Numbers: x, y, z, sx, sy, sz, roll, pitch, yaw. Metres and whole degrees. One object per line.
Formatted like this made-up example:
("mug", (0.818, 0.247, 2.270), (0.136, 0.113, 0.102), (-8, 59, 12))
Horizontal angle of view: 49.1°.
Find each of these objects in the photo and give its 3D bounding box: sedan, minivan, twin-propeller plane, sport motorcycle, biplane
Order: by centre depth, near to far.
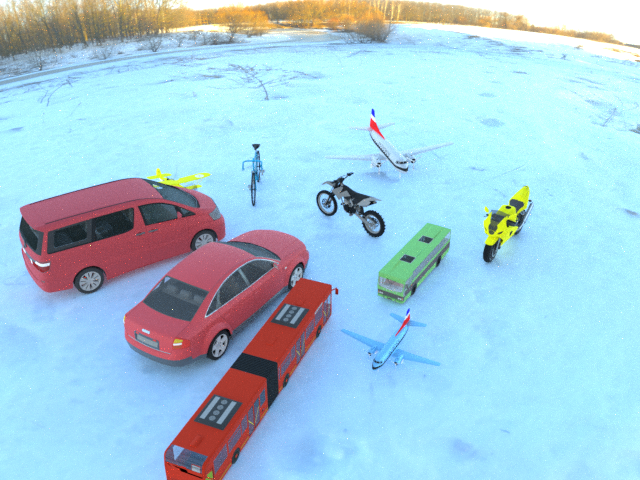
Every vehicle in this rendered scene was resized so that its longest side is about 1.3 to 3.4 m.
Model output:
("twin-propeller plane", (0.918, 1.273, 8.857), (1.370, 0.407, 1.095), (17, 35, 26))
("sedan", (-1.291, 0.556, 9.536), (1.235, 0.940, 3.137), (17, 35, 27))
("minivan", (-2.917, -0.229, 10.598), (3.011, 1.197, 1.324), (-20, 36, -30))
("sport motorcycle", (2.933, -0.258, 11.013), (0.506, 0.821, 1.520), (20, 36, 29))
("biplane", (-2.619, -1.004, 12.569), (1.336, 0.504, 1.090), (-27, 40, -37))
("twin-propeller plane", (1.322, -1.903, 13.791), (2.663, 0.792, 2.129), (-8, 32, -13))

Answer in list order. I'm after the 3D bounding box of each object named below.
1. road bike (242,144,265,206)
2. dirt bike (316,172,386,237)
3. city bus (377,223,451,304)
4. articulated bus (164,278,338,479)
("road bike", (-1.162, -1.243, 12.630), (0.358, 0.852, 1.545), (0, 31, 1))
("dirt bike", (0.486, -0.609, 11.565), (1.493, 0.857, 0.527), (26, 39, 36))
("city bus", (1.417, 0.332, 10.379), (0.476, 0.460, 1.674), (18, 35, 27))
("articulated bus", (-0.679, 1.548, 8.246), (0.605, 0.561, 3.401), (12, 33, 19))
